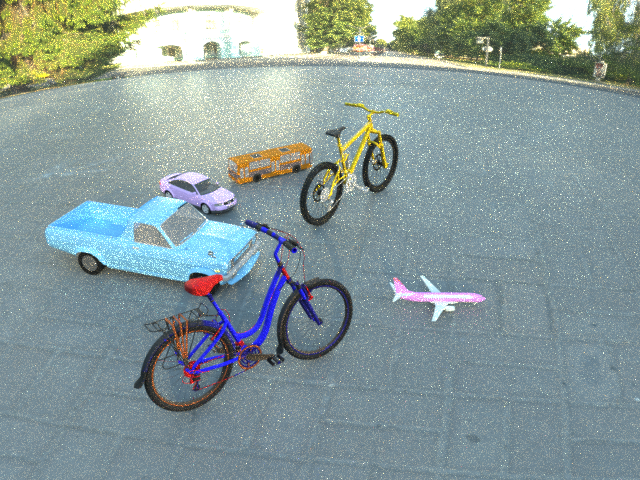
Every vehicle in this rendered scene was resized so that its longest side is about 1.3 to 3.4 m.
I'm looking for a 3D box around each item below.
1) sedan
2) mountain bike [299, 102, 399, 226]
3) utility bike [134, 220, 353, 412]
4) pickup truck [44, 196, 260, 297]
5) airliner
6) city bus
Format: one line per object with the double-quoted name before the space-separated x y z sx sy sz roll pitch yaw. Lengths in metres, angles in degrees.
"sedan" -2.195 -0.896 12.558 1.613 0.483 0.635 19 33 32
"mountain bike" 0.582 -1.354 12.132 1.114 1.688 2.857 20 33 33
"utility bike" -0.822 0.786 7.830 2.791 1.839 1.039 -17 32 -30
"pickup truck" -2.484 -0.061 10.388 3.117 0.993 1.244 9 29 17
"airliner" 1.617 0.699 9.532 1.307 0.429 1.161 0 27 0
"city bus" -0.961 -1.496 13.742 1.674 0.460 0.476 -16 32 -29
